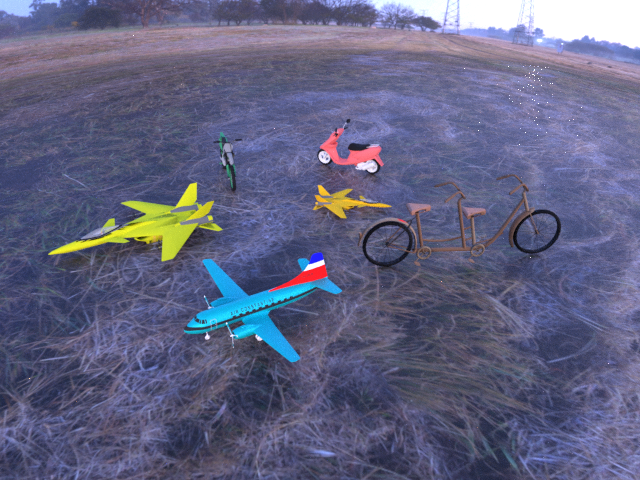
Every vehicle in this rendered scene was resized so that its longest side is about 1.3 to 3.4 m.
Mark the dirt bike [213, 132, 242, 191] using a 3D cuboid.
[{"bbox_3d":[-1.732,-1.538,13.140,0.527,0.857,1.493,-8,31,-13],"label":"dirt bike"}]

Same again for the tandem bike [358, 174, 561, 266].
[{"bbox_3d":[2.133,-0.267,10.454,3.192,1.326,0.550,-4,30,-8],"label":"tandem bike"}]

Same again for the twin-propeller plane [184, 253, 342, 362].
[{"bbox_3d":[-0.804,0.748,9.222,2.129,0.792,2.663,-17,34,-27],"label":"twin-propeller plane"}]

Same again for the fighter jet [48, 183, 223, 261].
[{"bbox_3d":[-3.013,-0.252,11.200,2.640,0.557,2.229,-16,33,-25],"label":"fighter jet"}]

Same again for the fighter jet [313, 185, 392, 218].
[{"bbox_3d":[0.585,-0.705,12.262,1.358,0.286,1.147,4,30,7],"label":"fighter jet"}]

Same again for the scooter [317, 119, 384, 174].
[{"bbox_3d":[0.576,-1.787,13.512,1.399,0.919,0.662,14,33,22],"label":"scooter"}]
